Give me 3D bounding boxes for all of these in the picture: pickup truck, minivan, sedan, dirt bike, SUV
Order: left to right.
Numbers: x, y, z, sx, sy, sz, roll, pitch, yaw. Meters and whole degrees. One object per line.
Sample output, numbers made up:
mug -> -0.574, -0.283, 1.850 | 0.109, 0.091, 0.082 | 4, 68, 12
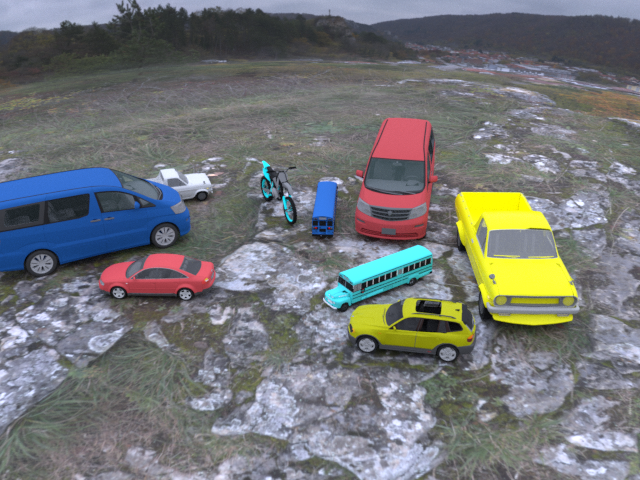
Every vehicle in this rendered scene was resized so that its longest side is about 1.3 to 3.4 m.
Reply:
minivan -> -3.512, -0.414, 10.652 | 3.011, 1.197, 1.324 | -14, 31, -25
sedan -> -2.269, 0.475, 9.733 | 1.613, 0.483, 0.635 | 1, 28, 2
pickup truck -> -2.729, -0.952, 12.401 | 1.603, 0.511, 0.640 | -10, 29, -18
dirt bike -> -0.709, -0.871, 11.877 | 0.527, 0.857, 1.493 | -13, 30, -22
minivan -> 1.347, -1.095, 11.939 | 1.324, 1.197, 3.011 | 5, 28, 10
SUV -> 1.126, 1.030, 8.580 | 1.572, 0.580, 0.656 | 5, 28, 9
pickup truck -> 2.703, 0.058, 9.976 | 1.244, 0.993, 3.117 | 1, 28, 1

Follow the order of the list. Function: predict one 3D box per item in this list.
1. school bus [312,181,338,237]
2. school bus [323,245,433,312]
school bus -> 0.095, -0.566, 11.754 | 0.365, 0.434, 1.708 | 2, 28, 3
school bus -> 0.814, 0.521, 9.699 | 1.708, 0.434, 0.365 | -18, 33, -30
